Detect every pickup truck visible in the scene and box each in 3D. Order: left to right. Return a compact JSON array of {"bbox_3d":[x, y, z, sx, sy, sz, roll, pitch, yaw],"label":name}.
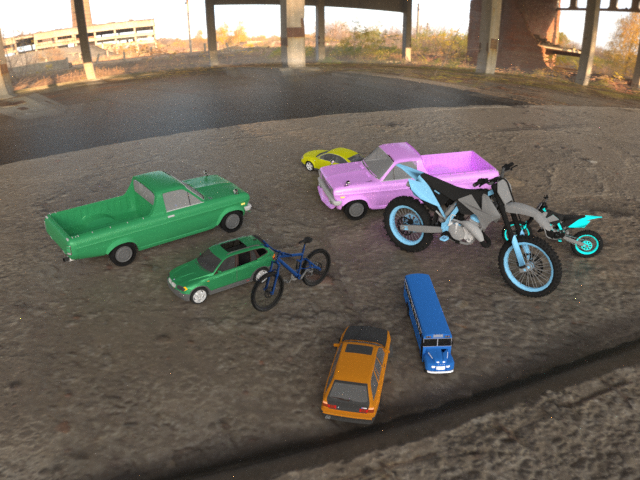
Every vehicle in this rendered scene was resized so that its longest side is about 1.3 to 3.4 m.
[{"bbox_3d":[-2.649,-0.471,11.046,3.117,0.993,1.244,-19,33,-32],"label":"pickup truck"},{"bbox_3d":[1.538,-1.147,12.351,3.117,0.993,1.244,-7,28,-12],"label":"pickup truck"}]

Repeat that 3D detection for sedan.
[{"bbox_3d":[0.339,-1.539,13.662,1.613,0.483,0.635,21,34,34],"label":"sedan"}]

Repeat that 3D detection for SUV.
[{"bbox_3d":[-1.373,0.370,9.869,1.572,0.580,0.656,-17,32,-30],"label":"SUV"}]

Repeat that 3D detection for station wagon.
[{"bbox_3d":[0.447,1.412,7.973,0.682,0.473,1.597,5,28,10],"label":"station wagon"}]

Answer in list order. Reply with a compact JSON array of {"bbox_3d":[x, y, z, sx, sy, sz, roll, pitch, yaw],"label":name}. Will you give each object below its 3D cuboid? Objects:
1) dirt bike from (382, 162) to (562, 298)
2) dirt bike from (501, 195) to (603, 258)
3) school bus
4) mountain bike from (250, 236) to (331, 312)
[{"bbox_3d":[2.105,-0.275,9.935,2.903,1.666,1.024,22,35,36],"label":"dirt bike"},{"bbox_3d":[3.544,-0.182,10.635,1.493,0.857,0.527,8,29,16],"label":"dirt bike"},{"bbox_3d":[1.351,1.024,8.765,0.365,0.434,1.708,-1,27,-3],"label":"school bus"},{"bbox_3d":[-0.378,0.398,9.502,0.573,0.868,1.469,24,36,38],"label":"mountain bike"}]
